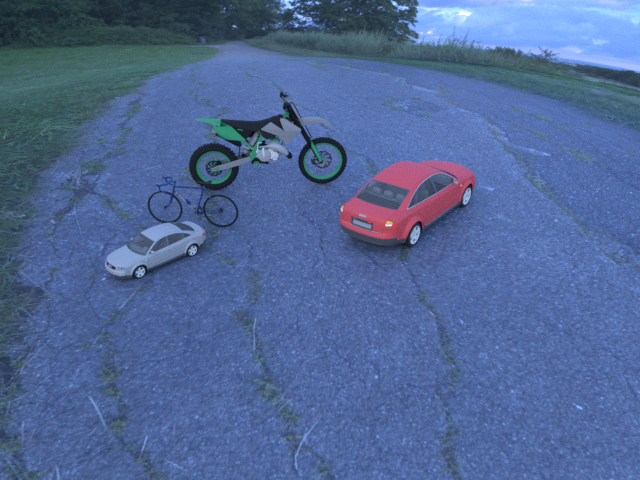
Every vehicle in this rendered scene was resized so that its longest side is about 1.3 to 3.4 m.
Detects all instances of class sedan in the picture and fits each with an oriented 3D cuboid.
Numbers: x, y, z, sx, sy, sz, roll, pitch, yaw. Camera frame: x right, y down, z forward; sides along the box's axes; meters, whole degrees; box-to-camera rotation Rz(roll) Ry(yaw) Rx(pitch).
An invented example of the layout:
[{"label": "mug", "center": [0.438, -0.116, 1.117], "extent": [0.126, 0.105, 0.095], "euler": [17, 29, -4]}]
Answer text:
[{"label": "sedan", "center": [-2.482, 0.091, 10.587], "extent": [1.613, 0.483, 0.635], "euler": [-25, 37, -38]}, {"label": "sedan", "center": [1.566, -0.815, 11.769], "extent": [1.235, 0.940, 3.137], "euler": [20, 35, 32]}]

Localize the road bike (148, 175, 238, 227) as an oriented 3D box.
[{"label": "road bike", "center": [-2.103, -0.621, 11.506], "extent": [1.545, 0.852, 0.358], "euler": [4, 29, 7]}]

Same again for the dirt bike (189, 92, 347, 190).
[{"label": "dirt bike", "center": [-0.940, -1.736, 12.698], "extent": [2.903, 1.666, 1.024], "euler": [-4, 29, -6]}]
